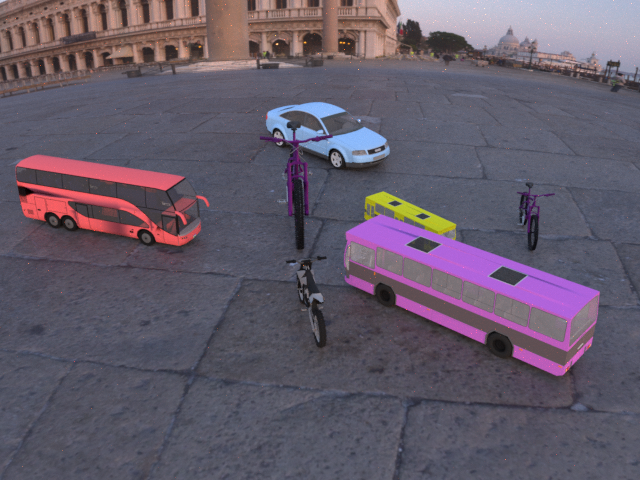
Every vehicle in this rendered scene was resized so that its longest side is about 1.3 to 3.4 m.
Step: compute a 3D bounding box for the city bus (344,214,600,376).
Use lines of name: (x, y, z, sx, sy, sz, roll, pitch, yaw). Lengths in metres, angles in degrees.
city bus: (1.799, 0.637, 8.995, 3.255, 0.894, 0.926, 22, 34, 37)

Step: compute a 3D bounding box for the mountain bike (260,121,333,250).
mountain bike: (-0.397, -1.061, 11.470, 1.114, 1.688, 2.857, -2, 27, -4)

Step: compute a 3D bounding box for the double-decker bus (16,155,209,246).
double-decker bus: (-3.410, -0.647, 11.357, 3.251, 1.052, 0.756, 10, 28, 18)

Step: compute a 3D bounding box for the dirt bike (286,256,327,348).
dirt bike: (-0.134, 0.687, 8.938, 0.527, 0.857, 1.493, -6, 27, -12)

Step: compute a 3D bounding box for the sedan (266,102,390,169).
sedan: (0.120, -2.321, 14.787, 1.235, 0.940, 3.137, -22, 34, -37)

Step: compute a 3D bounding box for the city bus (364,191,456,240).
city bus: (1.421, -0.275, 11.277, 0.476, 0.460, 1.674, -19, 33, -33)

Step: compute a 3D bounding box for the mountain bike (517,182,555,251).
mountain bike: (3.348, -0.457, 11.186, 0.573, 0.868, 1.469, 3, 27, 6)
